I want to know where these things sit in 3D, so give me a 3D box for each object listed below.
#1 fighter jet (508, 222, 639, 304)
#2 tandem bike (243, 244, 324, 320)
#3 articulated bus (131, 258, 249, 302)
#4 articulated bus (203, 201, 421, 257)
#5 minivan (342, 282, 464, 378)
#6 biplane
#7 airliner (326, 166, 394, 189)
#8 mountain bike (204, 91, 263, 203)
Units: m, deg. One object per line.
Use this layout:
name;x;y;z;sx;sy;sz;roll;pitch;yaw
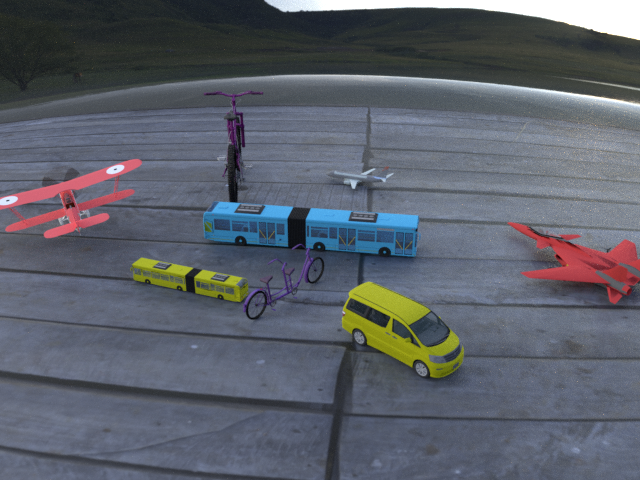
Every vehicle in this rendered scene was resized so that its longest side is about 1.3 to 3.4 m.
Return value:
fighter jet;3.767;0.060;10.513;2.229;0.557;2.640;-14;29;-26
tandem bike;-0.458;0.518;9.430;0.283;0.682;1.642;19;32;34
articulated bus;-1.841;0.551;9.811;1.749;0.289;0.311;10;28;19
articulated bus;-0.130;-0.179;11.000;3.401;0.561;0.605;4;26;9
minivan;0.991;1.057;8.398;1.548;0.616;0.681;23;34;38
biplane;-4.048;-0.525;11.232;2.598;0.981;2.120;-11;28;-22
airliner;0.719;-1.295;13.443;1.307;0.429;1.161;11;28;21
mountain bike;-1.590;-1.793;13.029;1.114;1.688;2.857;-2;26;-3
